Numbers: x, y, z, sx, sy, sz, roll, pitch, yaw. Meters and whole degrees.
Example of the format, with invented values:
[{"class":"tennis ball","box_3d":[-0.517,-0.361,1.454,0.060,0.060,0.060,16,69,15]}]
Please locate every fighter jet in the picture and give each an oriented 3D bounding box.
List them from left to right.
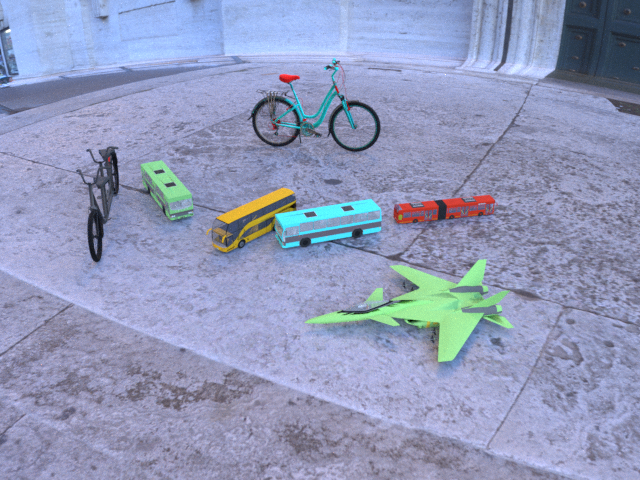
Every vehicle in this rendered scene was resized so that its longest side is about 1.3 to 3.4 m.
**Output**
[{"class":"fighter jet","box_3d":[1.098,0.806,9.195,2.640,0.557,2.229,-5,30,-9]}]

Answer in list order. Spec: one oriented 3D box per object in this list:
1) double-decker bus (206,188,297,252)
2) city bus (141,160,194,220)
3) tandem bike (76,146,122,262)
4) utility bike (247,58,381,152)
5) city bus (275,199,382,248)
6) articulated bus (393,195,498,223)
[{"class":"double-decker bus","box_3d":[-1.053,-0.320,11.223,0.389,0.541,1.672,24,37,36]},{"class":"city bus","box_3d":[-2.701,-0.874,12.297,0.476,0.460,1.674,-15,32,-25]},{"class":"tandem bike","box_3d":[-3.532,-0.868,11.399,0.550,1.326,3.192,-4,29,-7]},{"class":"utility bike","box_3d":[-0.127,-2.770,14.273,2.791,1.839,1.039,5,30,9]},{"class":"city bus","box_3d":[0.136,-0.251,11.183,1.674,0.460,0.476,-10,31,-17]},{"class":"articulated bus","box_3d":[2.116,-0.519,11.838,1.749,0.289,0.311,-6,30,-11]}]
